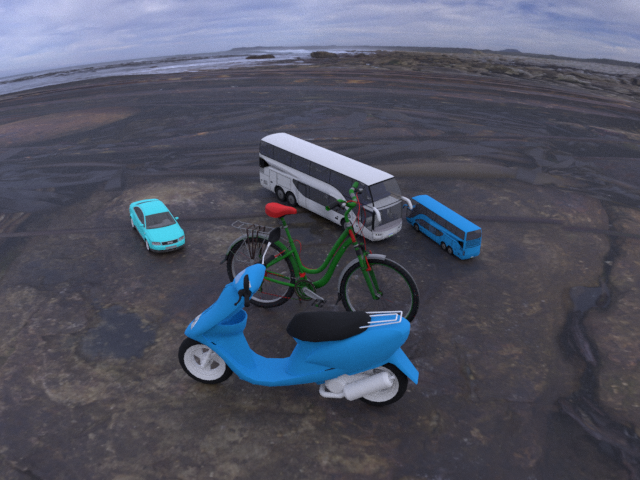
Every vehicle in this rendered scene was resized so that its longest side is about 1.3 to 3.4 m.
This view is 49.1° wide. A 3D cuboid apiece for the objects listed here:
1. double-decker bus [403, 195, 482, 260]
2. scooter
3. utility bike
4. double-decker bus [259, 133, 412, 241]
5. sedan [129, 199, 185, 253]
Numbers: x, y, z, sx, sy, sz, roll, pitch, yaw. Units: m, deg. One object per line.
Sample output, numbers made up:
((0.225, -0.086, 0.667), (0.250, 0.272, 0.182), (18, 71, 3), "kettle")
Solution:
((1.942, -0.242, 11.228), (0.389, 0.541, 1.672), (-13, 30, -24), "double-decker bus")
((-0.282, 0.940, 7.525), (2.721, 1.786, 1.288), (5, 27, 10), "scooter")
((-0.030, 0.156, 9.011), (2.791, 1.839, 1.039), (10, 29, 19), "utility bike")
((0.137, -0.945, 12.048), (0.756, 1.052, 3.251), (-21, 34, -35), "double-decker bus")
((-2.667, -0.295, 11.396), (0.635, 0.483, 1.613), (-13, 30, -24), "sedan")
